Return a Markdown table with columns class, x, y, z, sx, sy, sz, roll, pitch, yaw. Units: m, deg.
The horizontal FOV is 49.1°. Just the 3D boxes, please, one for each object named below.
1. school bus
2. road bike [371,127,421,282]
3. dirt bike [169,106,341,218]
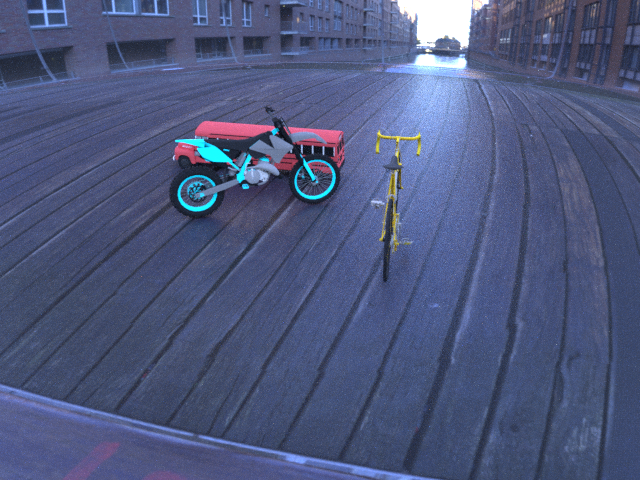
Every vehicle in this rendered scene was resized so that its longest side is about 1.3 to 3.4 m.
| class | x | y | z | sx | sy | sz | roll | pitch | yaw |
| --- | --- | --- | --- | --- | --- | --- | --- | --- | --- |
| school bus | -1.207 | -1.746 | 13.396 | 3.322 | 0.844 | 0.709 | 6 | 28 | 11 |
| road bike | 1.090 | -0.639 | 10.408 | 0.697 | 1.656 | 3.004 | 4 | 28 | 8 |
| dirt bike | -1.055 | -1.249 | 11.561 | 2.903 | 1.666 | 1.024 | -7 | 29 | -14 |
